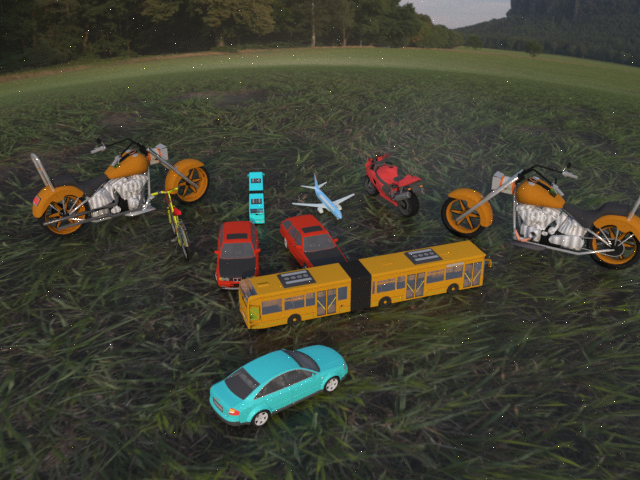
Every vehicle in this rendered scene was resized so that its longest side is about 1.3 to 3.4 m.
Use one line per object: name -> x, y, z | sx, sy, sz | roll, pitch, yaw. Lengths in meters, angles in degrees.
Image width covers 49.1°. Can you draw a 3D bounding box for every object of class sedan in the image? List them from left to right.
sedan -> -0.417, 1.491, 7.600 | 1.613, 0.483, 0.635 | -18, 32, -32

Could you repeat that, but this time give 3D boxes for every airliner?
airliner -> 0.119, -0.745, 12.080 | 1.161, 0.429, 1.307 | -10, 28, -19

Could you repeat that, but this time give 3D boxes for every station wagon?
station wagon -> -1.200, 0.167, 10.228 | 0.682, 0.473, 1.597 | -2, 27, -5
station wagon -> -0.104, 0.061, 10.438 | 0.682, 0.473, 1.597 | -10, 28, -18

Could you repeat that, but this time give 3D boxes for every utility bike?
utility bike -> -2.215, -0.279, 10.587 | 0.535, 0.946, 1.435 | -10, 29, -19

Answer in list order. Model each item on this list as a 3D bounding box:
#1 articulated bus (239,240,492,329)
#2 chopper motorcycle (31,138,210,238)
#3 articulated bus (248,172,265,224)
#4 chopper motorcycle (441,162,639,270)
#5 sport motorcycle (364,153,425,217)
articulated bus -> 0.634, 0.574, 9.328 | 3.401, 0.561, 0.605 | -9, 28, -17
chopper motorcycle -> -3.182, -1.004, 11.429 | 3.040, 1.480, 0.906 | -21, 33, -35
articulated bus -> -1.111, -0.759, 12.264 | 0.311, 0.289, 1.749 | -2, 27, -5
chopper motorcycle -> 3.294, -0.476, 10.386 | 3.040, 1.480, 0.906 | 15, 30, 27
sport motorcycle -> 1.228, -0.964, 12.080 | 0.506, 0.821, 1.520 | -15, 31, -28
